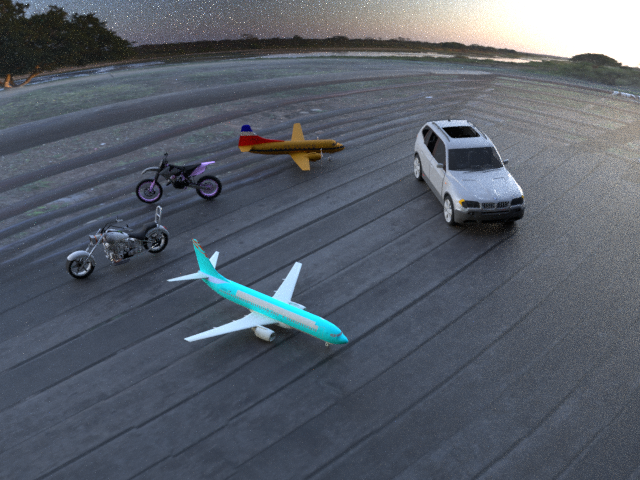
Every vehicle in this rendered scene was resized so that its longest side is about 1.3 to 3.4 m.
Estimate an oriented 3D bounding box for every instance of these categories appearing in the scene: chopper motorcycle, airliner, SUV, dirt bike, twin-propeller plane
[{"bbox_3d":[-2.953,0.027,10.235,1.563,0.761,0.466,-19,33,-32],"label":"chopper motorcycle"},{"bbox_3d":[-0.707,0.677,8.937,2.541,0.835,2.257,18,33,30],"label":"airliner"},{"bbox_3d":[2.537,-1.265,12.270,1.276,1.128,3.058,-4,28,-8],"label":"SUV"},{"bbox_3d":[-2.464,-1.053,12.161,1.493,0.857,0.527,-5,28,-9],"label":"dirt bike"},{"bbox_3d":[-0.557,-1.933,13.882,2.129,0.792,2.663,-3,28,-5],"label":"twin-propeller plane"}]
